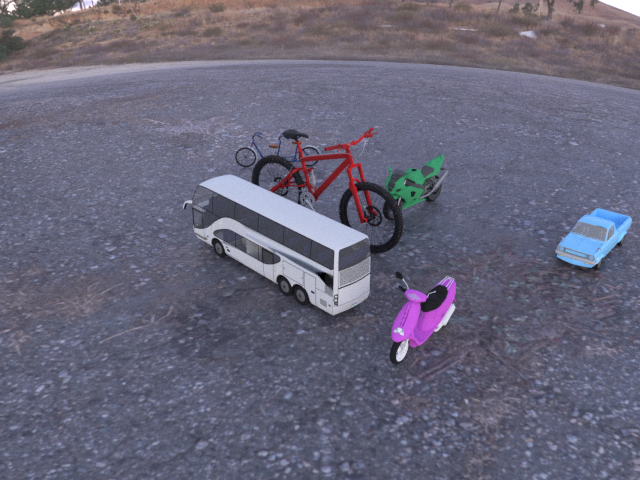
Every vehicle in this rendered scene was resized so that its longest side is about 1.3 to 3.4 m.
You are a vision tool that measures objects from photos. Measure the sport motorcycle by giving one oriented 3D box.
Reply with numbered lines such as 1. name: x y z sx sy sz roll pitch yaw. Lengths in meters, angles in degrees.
1. sport motorcycle: 1.551 -0.878 11.526 0.506 0.821 1.520 24 36 38

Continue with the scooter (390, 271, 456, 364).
1. scooter: 1.225 0.798 8.162 0.662 0.919 1.399 20 33 33

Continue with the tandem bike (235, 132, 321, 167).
1. tandem bike: -0.794 -1.706 13.290 1.642 0.682 0.283 -1 27 -2

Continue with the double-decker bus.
1. double-decker bus: -0.665 -0.042 9.649 0.756 1.052 3.251 -23 35 -38

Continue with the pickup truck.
1. pickup truck: 4.066 -0.090 10.333 0.640 0.511 1.603 20 34 34

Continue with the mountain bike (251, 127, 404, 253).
1. mountain bike: 0.031 -0.834 10.494 2.857 1.688 1.114 20 33 33
